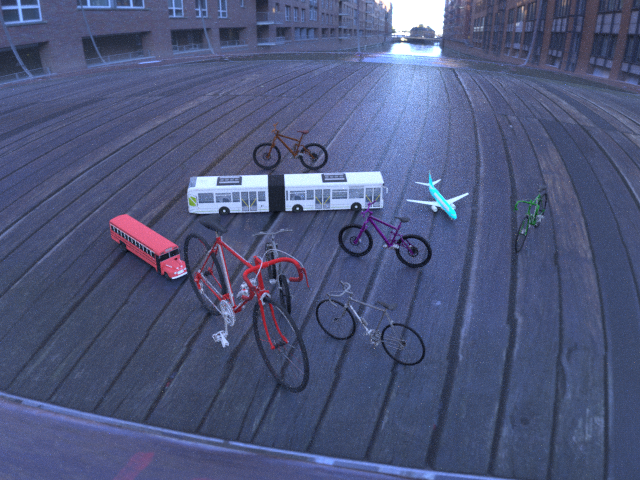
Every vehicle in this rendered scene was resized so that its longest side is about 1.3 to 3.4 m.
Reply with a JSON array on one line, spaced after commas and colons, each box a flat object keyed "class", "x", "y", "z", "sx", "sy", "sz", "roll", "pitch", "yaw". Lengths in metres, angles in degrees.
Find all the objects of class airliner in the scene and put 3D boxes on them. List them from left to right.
[{"class": "airliner", "x": 2.123, "y": -0.778, "z": 12.235, "sx": 1.161, "sy": 0.429, "sz": 1.307, "roll": -7, "pitch": 30, "yaw": -12}]

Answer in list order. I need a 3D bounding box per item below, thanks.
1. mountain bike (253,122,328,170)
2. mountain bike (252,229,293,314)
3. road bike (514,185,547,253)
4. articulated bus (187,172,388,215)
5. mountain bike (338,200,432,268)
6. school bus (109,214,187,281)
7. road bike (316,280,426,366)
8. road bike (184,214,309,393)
[{"class": "mountain bike", "x": -0.575, "y": -1.762, "z": 13.524, "sx": 1.469, "sy": 0.868, "sz": 0.573, "roll": 1, "pitch": 30, "yaw": 1}, {"class": "mountain bike", "x": -0.594, "y": 0.392, "z": 9.728, "sx": 0.573, "sy": 0.868, "sz": 1.469, "roll": -8, "pitch": 30, "yaw": -13}, {"class": "road bike", "x": 3.386, "y": -0.398, "z": 11.138, "sx": 0.358, "sy": 0.852, "sz": 1.545, "roll": 17, "pitch": 34, "yaw": 28}, {"class": "articulated bus", "x": -0.562, "y": -0.819, "z": 12.173, "sx": 3.401, "sy": 0.561, "sz": 0.605, "roll": -2, "pitch": 30, "yaw": -4}, {"class": "mountain bike", "x": 0.969, "y": -0.051, "z": 10.508, "sx": 1.469, "sy": 0.868, "sz": 0.573, "roll": 11, "pitch": 31, "yaw": 18}, {"class": "school bus", "x": -2.611, "y": 0.102, "z": 10.679, "sx": 0.365, "sy": 0.434, "sz": 1.708, "roll": -26, "pitch": 39, "yaw": -38}, {"class": "road bike", "x": 0.599, "y": 1.028, "z": 8.623, "sx": 1.545, "sy": 0.852, "sz": 0.358, "roll": 17, "pitch": 34, "yaw": 28}, {"class": "road bike", "x": -1.000, "y": 0.614, "z": 8.539, "sx": 0.697, "sy": 1.656, "sz": 3.004, "roll": -19, "pitch": 35, "yaw": -30}]
